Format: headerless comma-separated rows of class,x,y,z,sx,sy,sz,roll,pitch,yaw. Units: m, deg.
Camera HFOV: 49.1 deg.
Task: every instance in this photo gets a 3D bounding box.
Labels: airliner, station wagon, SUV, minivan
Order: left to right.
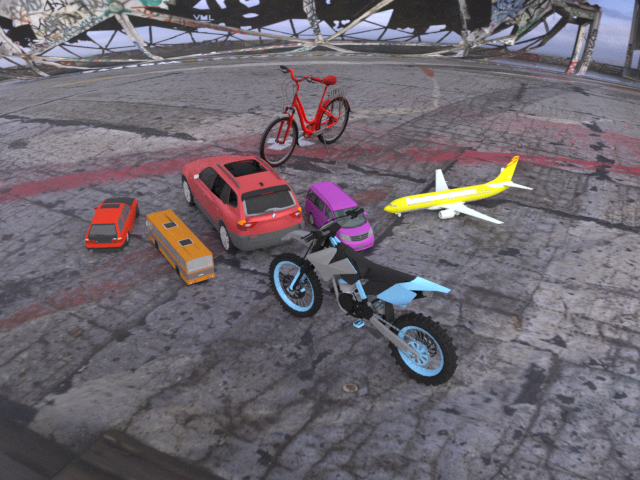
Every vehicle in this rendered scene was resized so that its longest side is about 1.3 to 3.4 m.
station wagon,-3.360,-0.357,11.358,0.682,0.473,1.597,-2,29,-3
SUV,-1.341,-0.829,11.530,1.276,1.128,3.058,-14,32,-24
minivan,0.303,-0.386,11.264,0.681,0.616,1.548,-13,32,-21
airliner,2.283,-0.910,11.976,2.541,0.835,2.257,-9,30,-16

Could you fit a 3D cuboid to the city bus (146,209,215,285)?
city bus,-2.123,0.100,10.554,0.476,0.460,1.674,-17,33,-27

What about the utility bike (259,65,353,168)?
utility bike,-0.143,-2.526,13.840,1.039,1.839,2.791,22,36,34

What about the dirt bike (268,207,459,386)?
dirt bike,0.411,0.606,8.412,2.903,1.666,1.024,23,37,35
